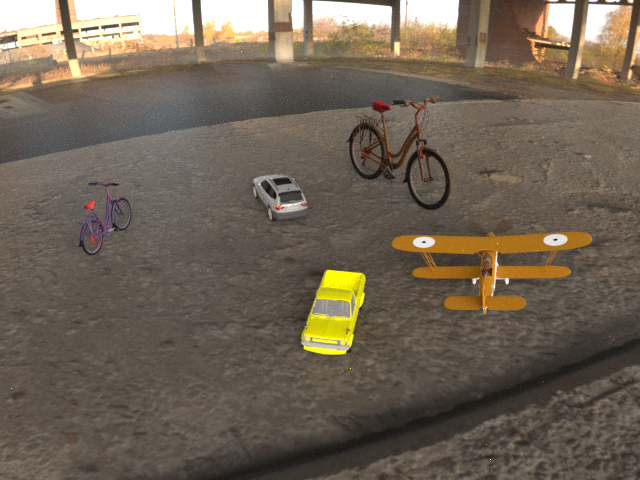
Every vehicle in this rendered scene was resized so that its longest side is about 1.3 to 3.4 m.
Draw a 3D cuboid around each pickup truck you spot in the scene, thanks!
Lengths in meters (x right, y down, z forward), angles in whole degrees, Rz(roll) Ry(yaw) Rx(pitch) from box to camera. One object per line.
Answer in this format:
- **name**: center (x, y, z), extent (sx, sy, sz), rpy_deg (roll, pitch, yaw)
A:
- **pickup truck**: center (0.200, 0.849, 8.967), extent (0.640, 0.511, 1.603), rpy_deg (5, 28, 10)

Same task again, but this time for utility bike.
- **utility bike**: center (-3.389, -0.401, 10.853), extent (0.535, 0.946, 1.435), rpy_deg (8, 29, 15)
- **utility bike**: center (1.420, -1.735, 12.411), extent (1.039, 1.839, 2.791), rpy_deg (-19, 33, -31)

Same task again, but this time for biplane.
- **biplane**: center (2.184, 0.402, 9.307), extent (2.598, 0.981, 2.120), rpy_deg (7, 29, 13)

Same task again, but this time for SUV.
- **SUV**: center (-0.697, -0.829, 12.046), extent (0.656, 0.580, 1.572), rpy_deg (-10, 30, -18)
